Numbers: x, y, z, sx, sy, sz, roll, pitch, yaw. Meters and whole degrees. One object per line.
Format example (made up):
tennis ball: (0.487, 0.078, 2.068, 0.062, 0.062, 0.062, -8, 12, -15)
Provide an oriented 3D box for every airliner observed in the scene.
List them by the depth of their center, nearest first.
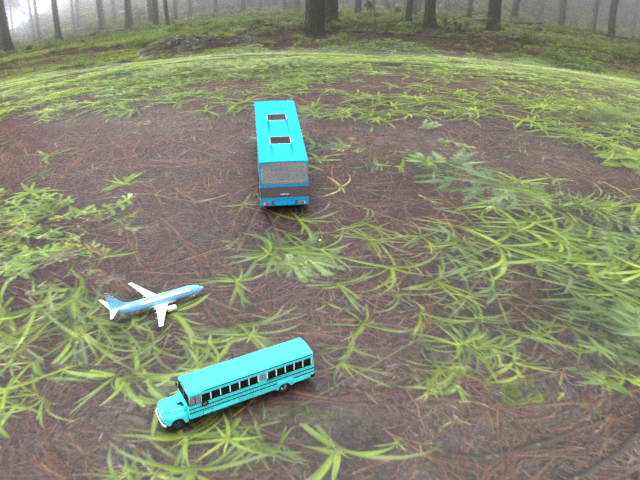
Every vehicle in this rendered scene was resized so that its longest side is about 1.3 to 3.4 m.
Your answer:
airliner: (-2.099, 0.686, 8.903, 1.307, 0.429, 1.161, -17, 33, -28)

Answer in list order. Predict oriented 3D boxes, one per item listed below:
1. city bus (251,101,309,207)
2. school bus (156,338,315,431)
city bus: (-0.740, -1.601, 12.647, 0.926, 0.894, 3.255, -3, 29, -5)
school bus: (-0.885, 1.503, 7.387, 1.708, 0.434, 0.365, -15, 32, -25)
